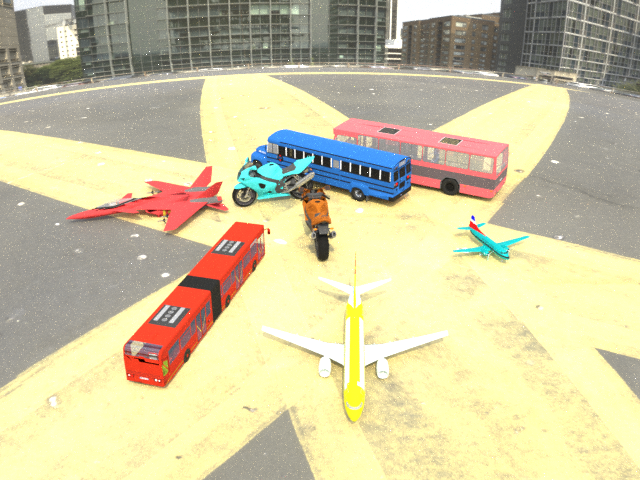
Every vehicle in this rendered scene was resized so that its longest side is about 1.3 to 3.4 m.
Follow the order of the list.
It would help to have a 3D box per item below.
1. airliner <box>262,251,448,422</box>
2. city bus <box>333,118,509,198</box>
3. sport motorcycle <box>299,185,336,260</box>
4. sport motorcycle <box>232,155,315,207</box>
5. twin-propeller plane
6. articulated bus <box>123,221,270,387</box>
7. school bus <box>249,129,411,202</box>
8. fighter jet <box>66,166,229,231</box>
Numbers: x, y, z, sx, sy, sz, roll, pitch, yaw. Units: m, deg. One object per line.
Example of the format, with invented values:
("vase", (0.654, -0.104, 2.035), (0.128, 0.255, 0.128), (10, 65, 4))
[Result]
("airliner", (0.406, 1.063, 8.170), (2.257, 0.835, 2.541), (1, 27, 2))
("city bus", (1.836, -1.544, 13.231), (3.255, 0.894, 0.926), (14, 30, 26))
("sport motorcycle", (-0.034, -0.305, 10.875), (0.506, 0.821, 1.520), (-4, 27, -7))
("sport motorcycle", (-0.815, -1.045, 12.331), (1.520, 0.821, 0.506), (-9, 28, -18))
("twin-propeller plane", (2.587, -0.011, 10.754), (1.370, 0.407, 1.095), (-10, 29, -19))
("articulated bus", (-1.498, 0.687, 9.210), (0.605, 0.561, 3.401), (7, 28, 14))
("school bus", (0.093, -1.435, 13.072), (3.322, 0.844, 0.709), (18, 32, 31))
("fighter jet", (-2.988, -0.715, 11.972), (2.640, 0.557, 2.229), (-10, 29, -18))
